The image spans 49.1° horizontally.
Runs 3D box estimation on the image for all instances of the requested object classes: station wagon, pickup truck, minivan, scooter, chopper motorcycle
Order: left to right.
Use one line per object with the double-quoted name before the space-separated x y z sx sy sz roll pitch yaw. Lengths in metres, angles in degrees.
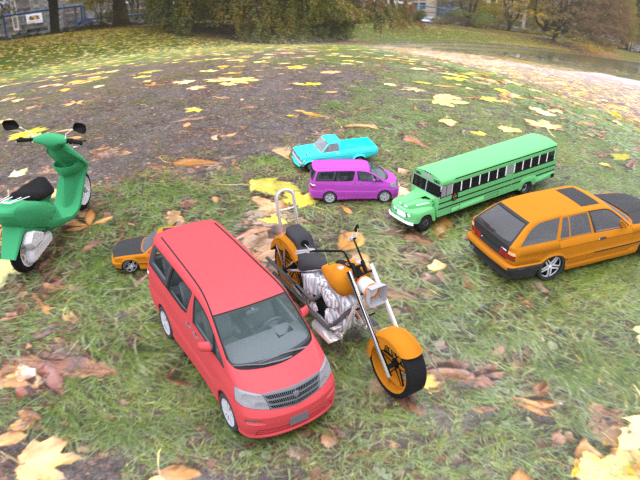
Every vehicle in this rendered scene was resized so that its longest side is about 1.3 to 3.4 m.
"scooter" -4.090 -0.809 10.445 1.288 1.786 2.721 3 30 5
"station wagon" -2.222 0.095 10.188 1.597 0.473 0.682 -3 30 -6
"minivan" -0.993 0.899 8.057 1.324 1.197 3.011 -17 34 -27
"pickup truck" 0.284 -1.715 13.310 1.603 0.511 0.640 -9 31 -15
"chopper motorcycle" 0.241 0.553 8.377 0.906 1.480 3.040 -17 34 -27
"minivan" 0.585 -1.039 12.024 1.548 0.616 0.681 -1 30 -2
"station wagon" 3.776 -0.253 10.346 3.105 0.920 1.327 -11 32 -19

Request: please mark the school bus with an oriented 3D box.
"school bus" 2.608 -1.017 11.757 3.322 0.844 0.709 -19 35 -29
